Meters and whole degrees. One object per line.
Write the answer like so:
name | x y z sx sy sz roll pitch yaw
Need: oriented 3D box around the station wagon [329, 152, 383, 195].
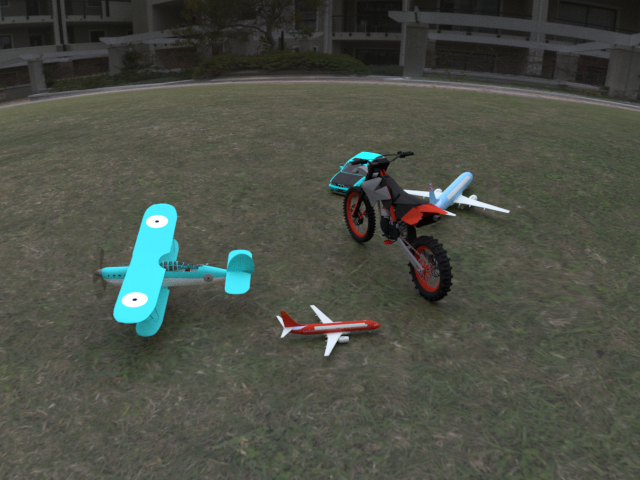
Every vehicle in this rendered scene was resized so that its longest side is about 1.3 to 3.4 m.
station wagon | 0.754 -1.322 13.580 0.682 0.473 1.597 13 29 25

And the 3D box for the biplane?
biplane | -1.929 0.468 9.261 2.120 0.981 2.598 -1 26 -2

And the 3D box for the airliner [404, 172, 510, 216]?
airliner | 2.328 -0.977 12.441 2.257 0.835 2.541 13 28 25

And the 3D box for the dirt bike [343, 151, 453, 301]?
dirt bike | 1.041 -0.344 10.162 1.024 1.666 2.903 -12 28 -23

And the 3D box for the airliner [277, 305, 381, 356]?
airliner | 0.131 1.021 8.747 1.307 0.429 1.161 -4 26 -8
